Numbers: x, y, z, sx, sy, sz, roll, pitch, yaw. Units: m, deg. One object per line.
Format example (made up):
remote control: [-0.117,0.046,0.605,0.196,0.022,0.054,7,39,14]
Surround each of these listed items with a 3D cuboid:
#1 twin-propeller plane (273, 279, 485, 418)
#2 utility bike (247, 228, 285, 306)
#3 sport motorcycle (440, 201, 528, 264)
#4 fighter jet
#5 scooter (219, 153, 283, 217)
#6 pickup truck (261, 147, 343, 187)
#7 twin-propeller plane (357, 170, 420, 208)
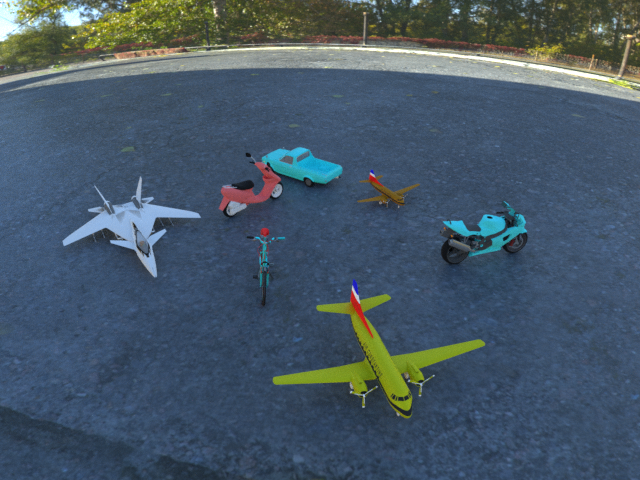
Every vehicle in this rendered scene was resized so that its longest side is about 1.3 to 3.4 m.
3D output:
twin-propeller plane: [0.692,1.301,8.478,2.663,0.792,2.129,-8,31,-13]
utility bike: [-0.766,0.256,10.103,0.535,0.946,1.435,-2,31,-4]
sport motorcycle: [2.552,-0.076,10.788,1.520,0.821,0.506,-9,32,-15]
fighter jet: [-2.975,-0.207,11.272,2.229,0.557,2.640,-13,33,-21]
scooter: [-1.186,-0.968,12.207,1.399,0.919,0.662,-26,39,-36]
pickup truck: [-0.361,-1.455,13.437,1.603,0.511,0.640,20,36,31]
twin-propeller plane: [1.194,-0.916,12.623,1.370,0.407,1.095,-17,35,-26]
